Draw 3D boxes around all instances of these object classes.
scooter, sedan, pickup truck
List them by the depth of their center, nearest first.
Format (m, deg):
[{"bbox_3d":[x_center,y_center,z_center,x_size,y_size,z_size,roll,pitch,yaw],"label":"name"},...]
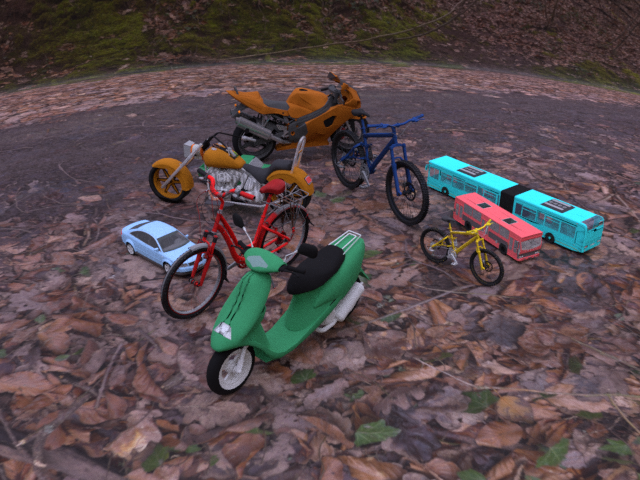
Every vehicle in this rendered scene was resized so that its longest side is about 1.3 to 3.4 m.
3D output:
[{"bbox_3d":[-0.312,0.556,8.211,1.288,1.786,2.721,22,35,36],"label":"scooter"},{"bbox_3d":[-2.366,0.055,10.572,1.613,0.483,0.635,22,35,36],"label":"sedan"},{"bbox_3d":[-1.464,-1.301,13.129,1.603,0.511,0.640,7,28,13],"label":"pickup truck"}]

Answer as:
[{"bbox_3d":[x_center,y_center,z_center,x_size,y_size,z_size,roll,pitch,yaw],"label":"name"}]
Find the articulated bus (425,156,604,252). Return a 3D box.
[{"bbox_3d":[3.164,-0.682,11.893,0.605,0.561,3.401,-19,33,-32],"label":"articulated bus"}]

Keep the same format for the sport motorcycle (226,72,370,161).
[{"bbox_3d":[-0.391,-2.442,14.138,2.955,1.596,0.983,-8,29,-14],"label":"sport motorcycle"}]

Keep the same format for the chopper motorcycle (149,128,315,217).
[{"bbox_3d":[-1.556,-1.196,11.886,3.040,1.480,0.906,9,29,17],"label":"chopper motorcycle"}]

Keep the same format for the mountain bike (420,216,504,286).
[{"bbox_3d":[2.030,0.096,10.079,0.573,0.868,1.469,-24,36,-37],"label":"mountain bike"}]

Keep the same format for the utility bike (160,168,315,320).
[{"bbox_3d":[-0.957,-0.068,9.345,1.039,1.839,2.791,22,35,36],"label":"utility bike"}]

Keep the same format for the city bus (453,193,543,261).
[{"bbox_3d":[2.783,-0.217,11.115,0.476,0.460,1.674,-13,30,-23],"label":"city bus"}]

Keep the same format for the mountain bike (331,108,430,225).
[{"bbox_3d":[0.969,-1.394,12.040,1.114,1.688,2.857,-15,31,-27],"label":"mountain bike"}]
